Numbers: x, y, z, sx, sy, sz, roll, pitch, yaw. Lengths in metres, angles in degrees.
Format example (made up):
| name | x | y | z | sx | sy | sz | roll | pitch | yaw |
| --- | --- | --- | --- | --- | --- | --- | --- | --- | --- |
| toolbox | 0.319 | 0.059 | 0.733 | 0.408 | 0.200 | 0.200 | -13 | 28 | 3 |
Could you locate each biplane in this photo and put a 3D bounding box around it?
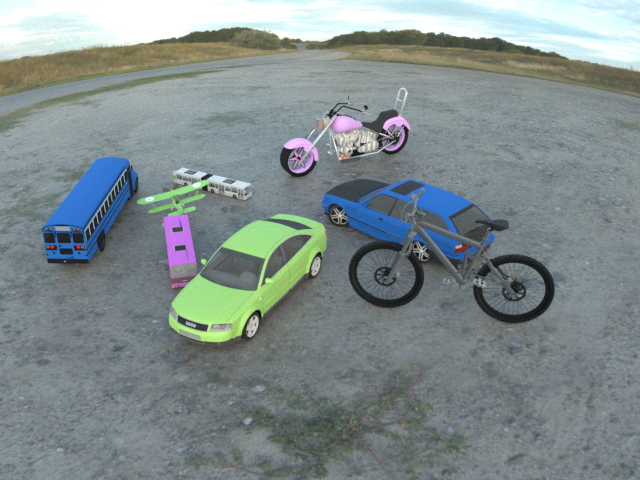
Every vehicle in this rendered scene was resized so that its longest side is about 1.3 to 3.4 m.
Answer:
| name | x | y | z | sx | sy | sz | roll | pitch | yaw |
| --- | --- | --- | --- | --- | --- | --- | --- | --- | --- |
| biplane | -2.621 | -0.680 | 12.736 | 1.336 | 0.504 | 1.090 | -11 | 31 | -19 |

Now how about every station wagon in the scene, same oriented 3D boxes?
| name | x | y | z | sx | sy | sz | roll | pitch | yaw |
| --- | --- | --- | --- | --- | --- | --- | --- | --- | --- |
| station wagon | 1.419 | -0.509 | 11.995 | 3.105 | 0.920 | 1.327 | 25 | 37 | 37 |

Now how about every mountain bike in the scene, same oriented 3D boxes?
| name | x | y | z | sx | sy | sz | roll | pitch | yaw |
| --- | --- | --- | --- | --- | --- | --- | --- | --- | --- |
| mountain bike | 1.808 | 0.323 | 9.694 | 2.857 | 1.688 | 1.114 | 6 | 29 | 11 |

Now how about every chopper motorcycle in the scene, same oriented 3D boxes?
| name | x | y | z | sx | sy | sz | roll | pitch | yaw |
| --- | --- | --- | --- | --- | --- | --- | --- | --- | --- |
| chopper motorcycle | 0.576 | -2.256 | 14.583 | 3.040 | 1.480 | 0.906 | -14 | 32 | -24 |

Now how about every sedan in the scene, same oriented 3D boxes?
| name | x | y | z | sx | sy | sz | roll | pitch | yaw |
| --- | --- | --- | --- | --- | --- | --- | --- | --- | --- |
| sedan | -0.981 | 0.416 | 10.298 | 1.235 | 0.940 | 3.137 | 14 | 32 | 24 |

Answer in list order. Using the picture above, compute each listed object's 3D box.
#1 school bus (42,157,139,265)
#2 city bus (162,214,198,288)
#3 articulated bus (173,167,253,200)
| name | x | y | z | sx | sy | sz | roll | pitch | yaw |
| --- | --- | --- | --- | --- | --- | --- | --- | --- | --- |
| school bus | -3.923 | -0.653 | 12.335 | 0.709 | 0.844 | 3.322 | 1 | 29 | 1 |
| city bus | -2.241 | 0.173 | 11.236 | 0.476 | 0.460 | 1.674 | -7 | 30 | -12 |
| articulated bus | -2.117 | -1.112 | 13.741 | 1.749 | 0.289 | 0.311 | 15 | 32 | 25 |
